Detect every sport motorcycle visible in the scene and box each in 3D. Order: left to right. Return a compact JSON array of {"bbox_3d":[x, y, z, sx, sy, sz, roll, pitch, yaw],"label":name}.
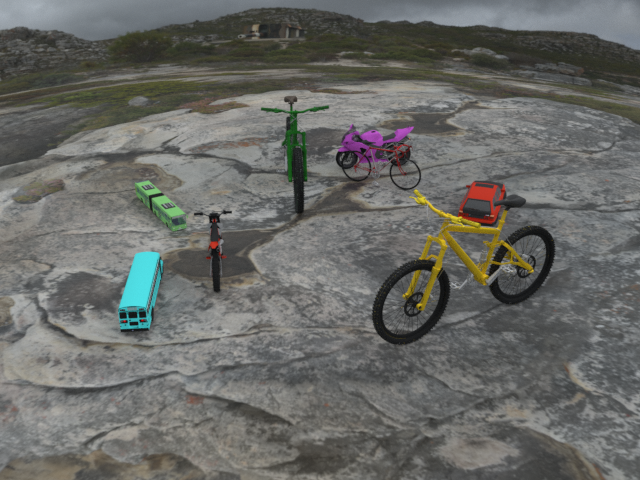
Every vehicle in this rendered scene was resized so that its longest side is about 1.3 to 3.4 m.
[{"bbox_3d":[1.051,-1.796,13.501,1.520,0.821,0.506,-4,27,-9],"label":"sport motorcycle"}]

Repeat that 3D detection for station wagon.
[{"bbox_3d":[2.738,-0.709,11.728,0.682,0.473,1.597,9,28,18],"label":"station wagon"}]

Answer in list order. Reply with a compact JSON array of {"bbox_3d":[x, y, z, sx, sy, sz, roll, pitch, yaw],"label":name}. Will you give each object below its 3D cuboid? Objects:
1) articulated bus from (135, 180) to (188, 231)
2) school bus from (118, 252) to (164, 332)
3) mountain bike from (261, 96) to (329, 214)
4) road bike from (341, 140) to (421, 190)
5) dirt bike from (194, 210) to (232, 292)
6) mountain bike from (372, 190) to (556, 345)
[{"bbox_3d":[-2.680,-0.594,11.703,0.311,0.289,1.749,-16,31,-29],"label":"articulated bus"},{"bbox_3d":[-2.313,0.607,9.155,0.365,0.434,1.708,-2,27,-5],"label":"school bus"},{"bbox_3d":[-0.460,-1.646,12.238,1.114,1.688,2.857,-3,27,-5],"label":"mountain bike"},{"bbox_3d":[1.095,-1.383,12.646,1.545,0.852,0.358,12,29,23],"label":"road bike"},{"bbox_3d":[-1.466,0.062,9.768,0.527,0.857,1.493,-3,27,-6],"label":"dirt bike"},{"bbox_3d":[1.833,0.258,8.453,2.857,1.688,1.114,-15,30,-27],"label":"mountain bike"}]
